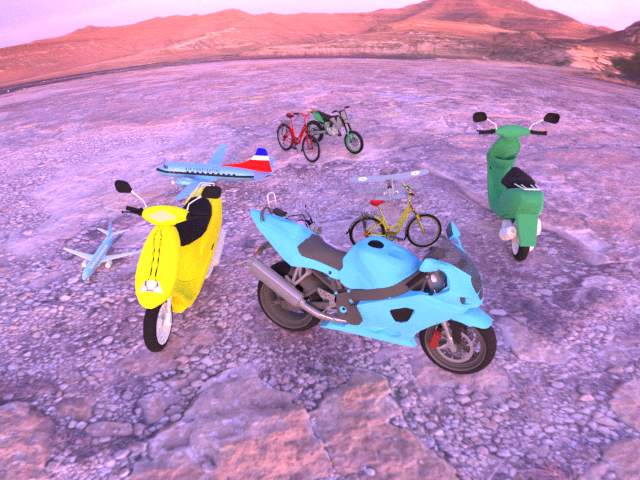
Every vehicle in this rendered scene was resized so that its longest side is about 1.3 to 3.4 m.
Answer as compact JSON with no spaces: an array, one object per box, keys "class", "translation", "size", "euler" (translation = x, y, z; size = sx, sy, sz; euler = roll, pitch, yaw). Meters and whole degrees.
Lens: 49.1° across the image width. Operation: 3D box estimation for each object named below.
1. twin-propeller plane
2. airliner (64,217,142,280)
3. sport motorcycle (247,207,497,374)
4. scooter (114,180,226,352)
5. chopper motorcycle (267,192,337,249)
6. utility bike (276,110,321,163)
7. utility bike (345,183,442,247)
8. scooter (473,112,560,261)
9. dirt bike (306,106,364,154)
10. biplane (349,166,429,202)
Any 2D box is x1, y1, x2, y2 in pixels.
[{"class":"twin-propeller plane","translation":[-1.872,-1.285,12.225],"size":[2.129,0.792,2.663],"euler":[5,28,9]},{"class":"airliner","translation":[-3.141,0.123,9.938],"size":[1.161,0.429,1.307],"euler":[2,28,3]},{"class":"sport motorcycle","translation":[0.546,0.555,7.864],"size":[2.955,1.596,0.983],"euler":[12,30,22]},{"class":"scooter","translation":[-1.716,-0.007,8.728],"size":[1.288,1.786,2.721],"euler":[4,28,8]},{"class":"chopper motorcycle","translation":[-0.275,-0.126,10.055],"size":[0.466,0.761,1.563],"euler":[-22,35,-36]},{"class":"utility bike","translation":[-0.402,-2.102,13.613],"size":[0.535,0.946,1.435],"euler":[-20,34,-33]},{"class":"utility bike","translation":[1.077,-0.323,10.231],"size":[1.435,0.946,0.535],"euler":[-3,28,-5]},{"class":"scooter","translation":[2.904,-0.957,10.533],"size":[1.288,1.786,2.721],"euler":[1,28,2]},{"class":"dirt bike","translation":[0.283,-2.246,13.981],"size":[1.493,0.857,0.527],"euler":[22,35,35]},{"class":"biplane","translation":[1.152,-0.882,11.767],"size":[1.336,0.504,1.090],"euler":[2,28,4]}]
